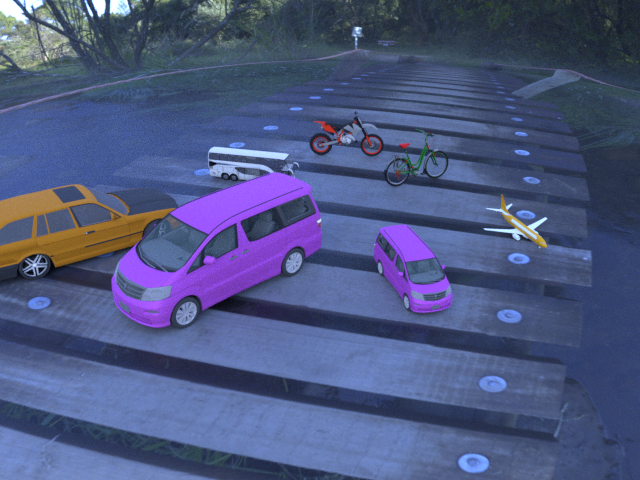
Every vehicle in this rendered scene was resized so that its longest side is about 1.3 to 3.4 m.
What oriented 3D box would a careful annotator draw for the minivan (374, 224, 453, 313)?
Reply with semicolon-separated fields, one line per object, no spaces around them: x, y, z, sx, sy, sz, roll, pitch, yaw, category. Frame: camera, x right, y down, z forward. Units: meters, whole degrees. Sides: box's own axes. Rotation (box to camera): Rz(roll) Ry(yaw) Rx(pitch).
1.252;0.372;9.518;0.681;0.616;1.548;-8;29;-15;minivan

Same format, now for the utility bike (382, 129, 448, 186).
1.731;-1.514;12.769;1.435;0.946;0.535;-13;30;-23;utility bike

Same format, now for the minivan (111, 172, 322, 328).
-1.355;0.067;9.476;3.011;1.197;1.324;-25;36;-39;minivan

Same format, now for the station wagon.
-3.611;-0.294;10.464;3.105;0.920;1.327;-18;32;-30;station wagon

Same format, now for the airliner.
3.167;-0.283;10.973;1.161;0.429;1.307;-10;29;-18;airliner

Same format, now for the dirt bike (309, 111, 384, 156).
0.532;-2.088;13.964;1.493;0.857;0.527;2;28;4;dirt bike

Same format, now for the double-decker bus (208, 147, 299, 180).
-1.240;-1.364;12.920;1.672;0.541;0.389;7;28;13;double-decker bus
